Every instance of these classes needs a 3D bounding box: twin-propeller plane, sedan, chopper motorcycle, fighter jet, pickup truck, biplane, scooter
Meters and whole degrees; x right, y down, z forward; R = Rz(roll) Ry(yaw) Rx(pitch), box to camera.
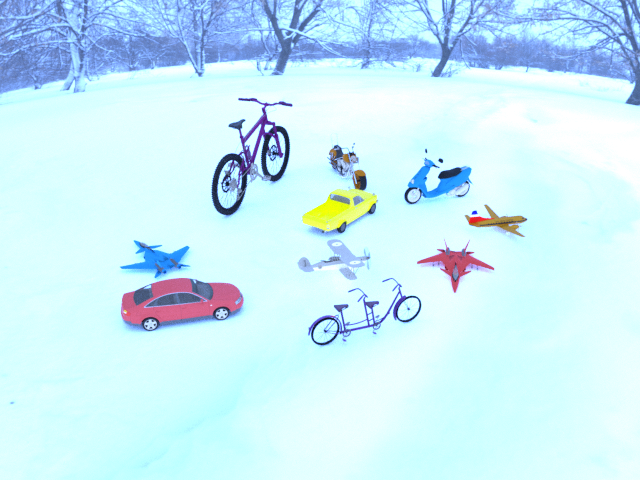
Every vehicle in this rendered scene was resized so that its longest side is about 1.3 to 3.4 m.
[{"bbox_3d":[2.991,-0.354,11.720,1.095,0.407,1.370,-7,27,-13],"label":"twin-propeller plane"},{"bbox_3d":[-1.827,0.785,9.310,1.613,0.483,0.635,-7,27,-14],"label":"sedan"},{"bbox_3d":[0.539,-1.542,13.743,0.466,0.761,1.563,-10,28,-19],"label":"chopper motorcycle"},{"bbox_3d":[-2.593,0.160,10.808,1.147,0.286,1.358,-19,32,-34],"label":"fighter jet"},{"bbox_3d":[0.368,-0.565,12.035,0.640,0.511,1.603,18,31,32],"label":"pickup truck"},{"bbox_3d":[0.208,0.333,10.208,1.090,0.504,1.336,-7,27,-14],"label":"biplane"},{"bbox_3d":[2.189,-1.157,12.778,1.399,0.919,0.662,-9,27,-17],"label":"scooter"},{"bbox_3d":[2.013,0.371,10.379,1.147,0.286,1.358,5,26,9],"label":"fighter jet"}]

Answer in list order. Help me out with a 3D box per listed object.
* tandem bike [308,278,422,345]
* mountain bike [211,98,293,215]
[{"bbox_3d":[0.595,0.896,8.858,1.642,0.682,0.283,-12,28,-23],"label":"tandem bike"},{"bbox_3d":[-1.208,-1.596,12.800,1.114,1.688,2.857,11,28,21],"label":"mountain bike"}]
